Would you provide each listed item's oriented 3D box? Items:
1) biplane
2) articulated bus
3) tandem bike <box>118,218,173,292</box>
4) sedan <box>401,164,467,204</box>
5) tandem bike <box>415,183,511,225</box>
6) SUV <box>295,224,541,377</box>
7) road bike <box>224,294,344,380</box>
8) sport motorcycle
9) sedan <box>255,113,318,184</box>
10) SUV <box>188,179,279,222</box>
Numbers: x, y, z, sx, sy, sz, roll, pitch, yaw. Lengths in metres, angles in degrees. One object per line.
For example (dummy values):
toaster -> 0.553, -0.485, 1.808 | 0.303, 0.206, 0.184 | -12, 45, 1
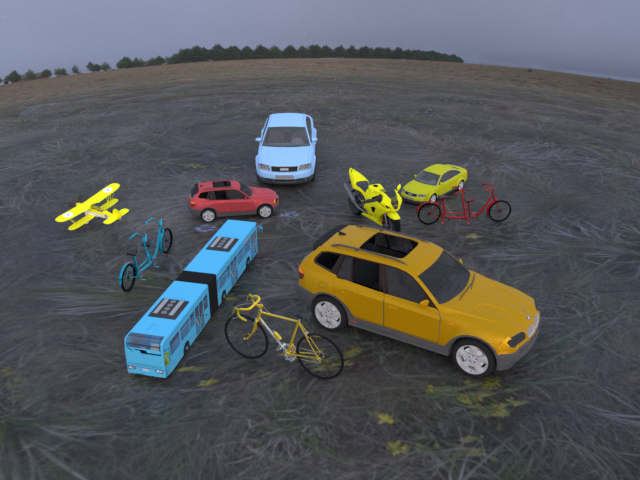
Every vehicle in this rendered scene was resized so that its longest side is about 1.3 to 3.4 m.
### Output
biplane -> -3.718, -0.468, 11.659 | 1.090, 0.504, 1.336 | 15, 29, 28
articulated bus -> -1.564, 0.630, 9.313 | 0.605, 0.561, 3.401 | 6, 26, 12
tandem bike -> -2.521, 0.151, 10.169 | 0.283, 0.682, 1.642 | 6, 26, 13
sedan -> 2.129, -1.089, 12.972 | 0.635, 0.483, 1.613 | 21, 33, 37
tandem bike -> 2.413, -0.589, 11.704 | 1.642, 0.682, 0.283 | -2, 26, -4
SUV -> 1.165, 0.622, 8.676 | 3.058, 1.128, 1.276 | 14, 29, 27
road bike -> -0.433, 1.109, 7.983 | 1.545, 0.852, 0.358 | 11, 28, 22
sport motorcycle -> 0.892, -0.628, 11.625 | 0.506, 0.821, 1.520 | -13, 29, -25
sedan -> -0.668, -2.012, 14.364 | 1.235, 0.940, 3.137 | 0, 26, 0
SUV -> -1.494, -0.721, 12.097 | 1.572, 0.580, 0.656 | -5, 26, -10
